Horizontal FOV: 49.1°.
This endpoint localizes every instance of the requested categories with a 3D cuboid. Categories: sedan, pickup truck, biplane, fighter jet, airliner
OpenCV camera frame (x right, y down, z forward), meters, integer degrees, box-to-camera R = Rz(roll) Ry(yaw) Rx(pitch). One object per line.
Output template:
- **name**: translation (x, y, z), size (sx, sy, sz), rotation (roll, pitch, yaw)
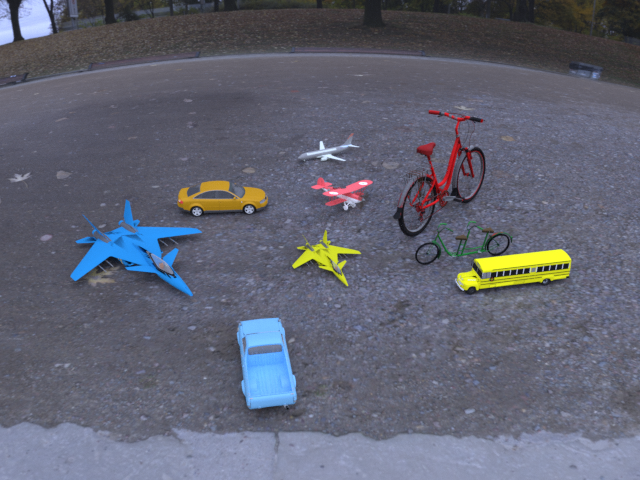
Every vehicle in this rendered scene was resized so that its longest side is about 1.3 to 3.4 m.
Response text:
- **sedan**: translation (-1.748, -0.784, 12.578), size (1.613, 0.483, 0.635), rotation (-2, 30, -4)
- **pickup truck**: translation (-0.677, 1.459, 8.649), size (0.640, 0.511, 1.603), rotation (-5, 30, -8)
- **biplane**: translation (0.384, -0.861, 12.692), size (1.090, 0.504, 1.336), rotation (22, 37, 33)
- **fighter jet**: translation (0.153, 0.295, 10.898), size (1.147, 0.286, 1.358), rotation (-12, 32, -19)
- **fighter jet**: translation (-2.713, 0.164, 10.855), size (2.229, 0.557, 2.640), rotation (-24, 38, -35)
- **airliner**: translation (0.135, -1.930, 14.625), size (1.307, 0.429, 1.161), rotation (-13, 32, -22)

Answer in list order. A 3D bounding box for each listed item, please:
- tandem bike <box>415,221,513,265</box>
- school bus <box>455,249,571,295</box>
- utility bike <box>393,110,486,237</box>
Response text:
- **tandem bike**: translation (2.277, 0.021, 10.978), size (1.642, 0.682, 0.283), rotation (-7, 31, -12)
- **school bus**: translation (2.877, 0.466, 10.454), size (1.708, 0.434, 0.365), rotation (-6, 30, -10)
- **utility bike**: translation (2.051, -1.228, 11.991), size (1.039, 1.839, 2.791), rotation (24, 38, 35)
